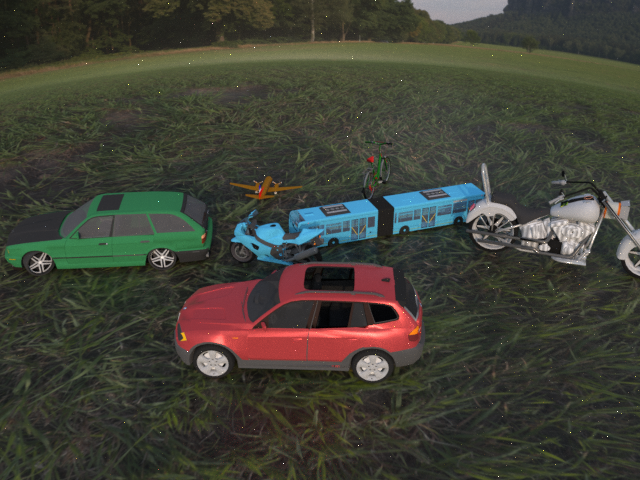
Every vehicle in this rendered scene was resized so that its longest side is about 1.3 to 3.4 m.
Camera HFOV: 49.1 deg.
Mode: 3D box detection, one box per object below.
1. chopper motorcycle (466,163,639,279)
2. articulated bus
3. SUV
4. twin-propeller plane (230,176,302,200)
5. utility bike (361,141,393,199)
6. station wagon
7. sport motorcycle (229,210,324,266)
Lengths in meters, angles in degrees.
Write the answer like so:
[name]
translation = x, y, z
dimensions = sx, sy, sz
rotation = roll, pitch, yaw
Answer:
[chopper motorcycle]
translation = 3.733, -0.282, 10.442
dimensions = 3.040, 1.480, 0.906
rotation = 9, 29, 16
[articulated bus]
translation = 1.172, -0.411, 11.657
dimensions = 3.401, 0.561, 0.605
rotation = -10, 30, -17
[SUV]
translation = -0.244, 0.914, 8.580
dimensions = 3.058, 1.128, 1.276
rotation = 1, 28, 2
[twin-propeller plane]
translation = -1.020, -1.004, 12.930
dimensions = 1.370, 0.407, 1.095
rotation = 3, 28, 6
[utility bike]
translation = 1.011, -1.332, 12.972
dimensions = 0.535, 0.946, 1.435
rotation = 12, 31, 22
[station wagon]
translation = -3.248, -0.177, 10.840
dimensions = 3.105, 0.920, 1.327
rotation = -3, 28, -5
[sport motorcycle]
translation = -0.664, 0.060, 10.502
dimensions = 1.520, 0.821, 0.506
rotation = 8, 29, 15
